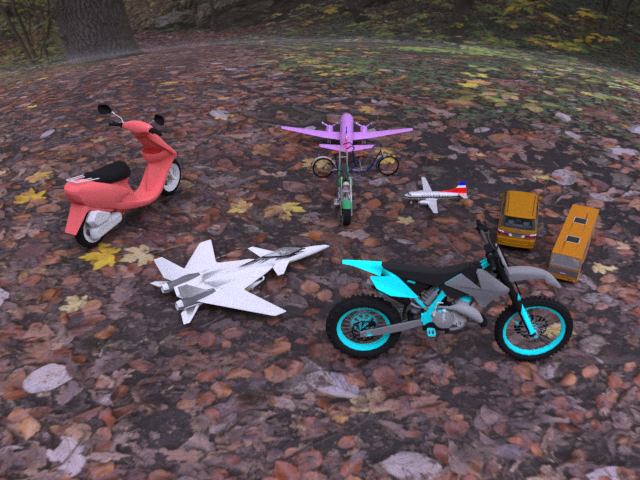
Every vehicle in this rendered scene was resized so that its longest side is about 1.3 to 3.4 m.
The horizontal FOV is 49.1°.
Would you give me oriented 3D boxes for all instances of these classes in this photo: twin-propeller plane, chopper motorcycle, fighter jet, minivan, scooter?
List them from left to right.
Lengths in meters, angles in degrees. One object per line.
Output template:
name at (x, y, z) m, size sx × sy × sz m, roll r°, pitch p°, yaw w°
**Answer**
scooter at (-3.089, -1.117, 11.110) m, size 1.288 × 1.786 × 2.721 m, roll 14°, pitch 33°, yaw 22°
fighter jet at (-0.960, 0.310, 9.890) m, size 2.640 × 0.557 × 2.229 m, roll -19°, pitch 35°, yaw -29°
chopper motorcycle at (0.417, -0.904, 11.760) m, size 0.466 × 0.761 × 1.563 m, roll -1°, pitch 30°, yaw -1°
twin-propeller plane at (0.533, -2.216, 13.969) m, size 2.663 × 0.792 × 2.129 m, roll 1°, pitch 30°, yaw 2°
twin-propeller plane at (1.962, -0.809, 11.949) m, size 1.095 × 0.407 × 1.370 m, roll -1°, pitch 30°, yaw -1°
minivan at (3.163, -0.432, 11.099) m, size 0.681 × 0.616 × 1.548 m, roll 9°, pitch 31°, yaw 15°

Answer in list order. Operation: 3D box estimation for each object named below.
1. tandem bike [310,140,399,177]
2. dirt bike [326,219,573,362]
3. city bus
tandem bike at (0.642, -1.467, 12.799) m, size 1.642 × 0.682 × 0.283 m, roll -2°, pitch 30°, yaw -4°
dirt bike at (1.518, 0.714, 8.104) m, size 2.903 × 1.666 × 1.024 m, roll 1°, pitch 30°, yaw 2°
city bus at (3.789, 0.045, 10.439) m, size 0.476 × 0.460 × 1.674 m, roll 15°, pitch 33°, yaw 23°
